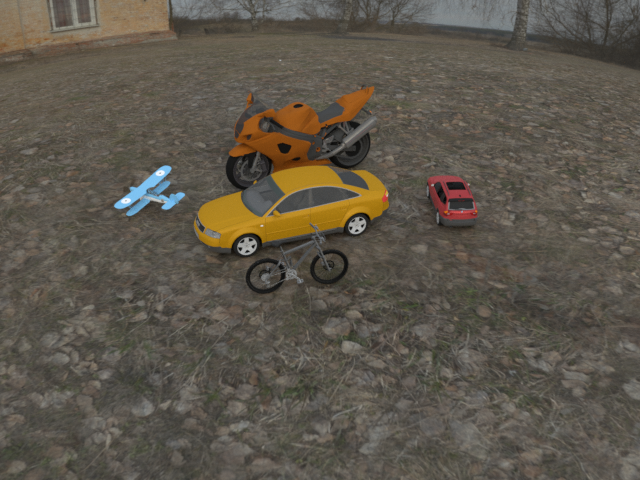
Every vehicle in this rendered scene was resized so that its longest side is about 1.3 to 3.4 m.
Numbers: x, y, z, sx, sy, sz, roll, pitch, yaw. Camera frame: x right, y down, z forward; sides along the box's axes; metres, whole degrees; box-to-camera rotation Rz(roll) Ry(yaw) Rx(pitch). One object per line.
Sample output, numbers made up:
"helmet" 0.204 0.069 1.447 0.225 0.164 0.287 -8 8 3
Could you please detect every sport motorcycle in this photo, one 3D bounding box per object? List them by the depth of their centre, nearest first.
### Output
"sport motorcycle" -0.322 -1.855 12.576 2.955 1.596 0.983 -15 34 -24

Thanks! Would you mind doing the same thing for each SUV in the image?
"SUV" 2.205 -0.741 11.698 0.656 0.580 1.572 -1 31 -2

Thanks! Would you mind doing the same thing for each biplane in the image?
"biplane" -2.817 -0.734 11.762 1.090 0.504 1.336 16 34 25

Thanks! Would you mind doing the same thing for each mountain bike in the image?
"mountain bike" -0.307 0.306 9.658 1.469 0.868 0.573 -8 32 -13

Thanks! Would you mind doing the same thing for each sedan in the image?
"sedan" -0.435 -0.574 11.066 3.137 0.940 1.235 -11 33 -18
